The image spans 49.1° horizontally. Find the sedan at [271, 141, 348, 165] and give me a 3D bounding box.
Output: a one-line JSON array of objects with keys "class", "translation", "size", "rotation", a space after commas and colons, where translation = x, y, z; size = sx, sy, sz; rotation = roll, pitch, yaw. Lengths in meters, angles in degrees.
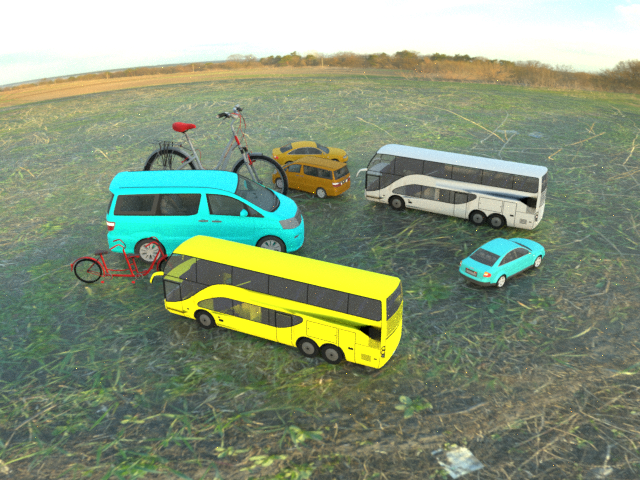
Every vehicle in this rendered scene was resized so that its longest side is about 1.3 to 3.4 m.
[{"class": "sedan", "translation": [-0.212, -1.797, 14.634], "size": [1.613, 0.483, 0.635], "rotation": [-3, 26, -7]}]

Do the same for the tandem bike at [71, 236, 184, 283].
[{"class": "tandem bike", "translation": [-2.747, 0.301, 10.025], "size": [1.642, 0.682, 0.283], "rotation": [-1, 26, -3]}]

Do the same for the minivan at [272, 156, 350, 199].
[{"class": "minivan", "translation": [-0.192, -1.251, 13.342], "size": [1.548, 0.616, 0.681], "rotation": [16, 30, 29]}]

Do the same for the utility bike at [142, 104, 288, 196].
[{"class": "utility bike", "translation": [-1.890, -1.474, 12.391], "size": [2.791, 1.839, 1.039], "rotation": [6, 26, 11]}]

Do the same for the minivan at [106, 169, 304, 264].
[{"class": "minivan", "translation": [-1.756, -0.425, 10.944], "size": [3.011, 1.197, 1.324], "rotation": [-1, 26, -3]}]

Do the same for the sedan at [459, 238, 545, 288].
[{"class": "sedan", "translation": [2.730, 0.243, 10.375], "size": [1.613, 0.483, 0.635], "rotation": [-21, 32, -36]}]

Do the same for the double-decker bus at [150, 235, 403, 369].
[{"class": "double-decker bus", "translation": [-0.577, 0.709, 8.746], "size": [3.251, 1.052, 0.756], "rotation": [12, 28, 23]}]

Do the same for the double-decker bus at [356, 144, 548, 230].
[{"class": "double-decker bus", "translation": [2.265, -0.964, 12.236], "size": [3.251, 1.052, 0.756], "rotation": [12, 28, 24]}]
